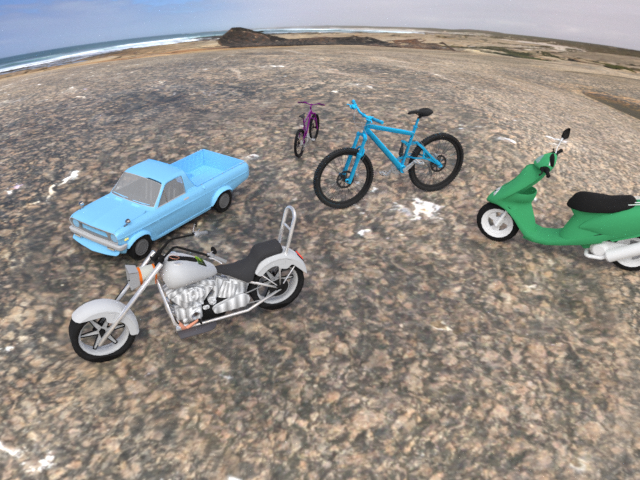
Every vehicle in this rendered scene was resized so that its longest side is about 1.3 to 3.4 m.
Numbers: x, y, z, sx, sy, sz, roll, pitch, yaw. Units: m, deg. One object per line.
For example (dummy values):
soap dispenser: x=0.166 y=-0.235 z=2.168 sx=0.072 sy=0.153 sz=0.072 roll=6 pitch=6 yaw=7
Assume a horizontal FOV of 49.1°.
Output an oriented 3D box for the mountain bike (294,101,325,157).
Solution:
mountain bike: x=-0.257 y=-2.256 z=14.073 sx=0.573 sy=0.868 sz=1.469 roll=9 pitch=31 yaw=15

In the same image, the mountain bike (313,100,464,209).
mountain bike: x=1.216 y=-1.458 z=11.867 sx=2.857 sy=1.688 sz=1.114 roll=-11 pitch=32 yaw=-19

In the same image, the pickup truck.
pickup truck: x=-2.514 y=-0.762 z=11.354 sx=1.244 sy=0.993 sz=3.117 roll=19 pitch=35 yaw=29

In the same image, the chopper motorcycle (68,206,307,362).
chopper motorcycle: x=-1.576 y=0.520 z=8.641 sx=3.040 sy=1.480 sz=0.906 roll=-14 pitch=33 yaw=-22

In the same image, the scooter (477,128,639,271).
scooter: x=3.681 y=-0.548 z=10.188 sx=2.721 sy=1.786 sz=1.288 roll=14 pitch=33 yaw=23
